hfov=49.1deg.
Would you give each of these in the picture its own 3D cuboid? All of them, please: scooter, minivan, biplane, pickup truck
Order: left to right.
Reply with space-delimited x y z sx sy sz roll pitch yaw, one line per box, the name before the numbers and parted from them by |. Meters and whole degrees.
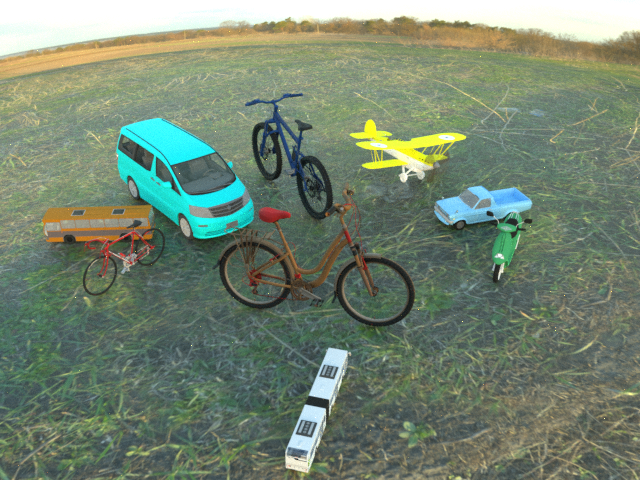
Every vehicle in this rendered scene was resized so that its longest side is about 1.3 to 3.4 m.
minivan | -2.358 -1.097 11.984 1.324 1.197 3.011 -23 37 -33
biplane | 1.540 -1.723 13.265 2.598 0.981 2.120 -20 36 -31
pickup truck | 2.756 -0.609 11.830 1.603 0.511 0.640 -9 32 -15
scooter | 2.797 -0.041 10.461 0.662 0.919 1.399 13 33 20

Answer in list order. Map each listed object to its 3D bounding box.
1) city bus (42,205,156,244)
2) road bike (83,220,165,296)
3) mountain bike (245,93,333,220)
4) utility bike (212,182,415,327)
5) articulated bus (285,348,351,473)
city bus | -3.535 -0.245 11.262 1.674 0.460 0.476 -2 30 -3
road bike | -2.822 0.194 10.126 0.358 0.852 1.545 19 35 29
mountain bike | -0.541 -1.522 12.223 1.114 1.688 2.857 -16 34 -26
utility bike | -0.103 0.172 9.190 2.791 1.839 1.039 7 31 12
articulated bus | -0.004 1.850 7.863 0.311 0.289 1.749 8 31 13
